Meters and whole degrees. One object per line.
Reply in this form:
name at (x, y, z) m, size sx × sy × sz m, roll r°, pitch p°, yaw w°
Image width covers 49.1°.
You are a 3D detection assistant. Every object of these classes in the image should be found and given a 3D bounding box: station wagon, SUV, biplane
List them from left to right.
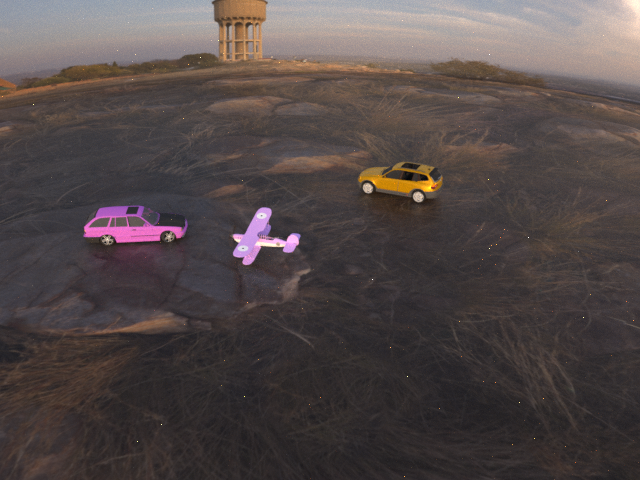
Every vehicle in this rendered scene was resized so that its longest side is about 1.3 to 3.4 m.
station wagon at (-2.932, -0.267, 11.184) m, size 1.597 × 0.473 × 0.682 m, roll -3°, pitch 26°, yaw -5°
biplane at (-0.851, 0.016, 10.575) m, size 1.090 × 0.504 × 1.336 m, roll 6°, pitch 27°, yaw 12°
SUV at (1.469, -1.121, 12.797) m, size 1.572 × 0.580 × 0.656 m, roll 12°, pitch 29°, yaw 23°
